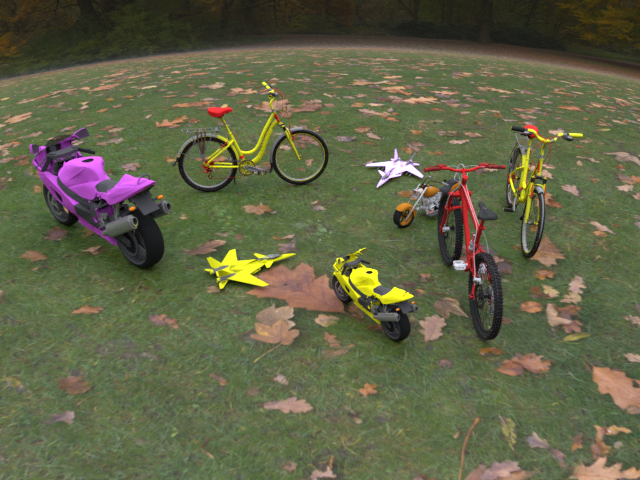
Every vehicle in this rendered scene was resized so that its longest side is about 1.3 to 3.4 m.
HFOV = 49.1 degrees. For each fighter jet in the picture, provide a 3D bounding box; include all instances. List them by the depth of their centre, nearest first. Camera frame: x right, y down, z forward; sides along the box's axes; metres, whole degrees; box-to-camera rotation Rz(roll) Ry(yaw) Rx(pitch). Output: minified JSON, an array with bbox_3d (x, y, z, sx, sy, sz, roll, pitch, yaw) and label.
[{"bbox_3d":[-0.953,0.305,10.215,1.358,0.286,1.147,-16,33,-26],"label":"fighter jet"},{"bbox_3d":[1.345,-1.318,13.065,1.147,0.286,1.358,15,33,24],"label":"fighter jet"}]

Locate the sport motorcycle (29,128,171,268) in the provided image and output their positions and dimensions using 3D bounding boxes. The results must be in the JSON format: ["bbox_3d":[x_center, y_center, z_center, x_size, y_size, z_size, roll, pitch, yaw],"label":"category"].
[{"bbox_3d":[-3.367,-0.635,10.542,2.955,1.596,0.983,23,37,34],"label":"sport motorcycle"}]

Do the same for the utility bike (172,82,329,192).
[{"bbox_3d":[-1.236,-1.806,12.354,2.791,1.839,1.039,-5,30,-9],"label":"utility bike"}]

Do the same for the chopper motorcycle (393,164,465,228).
[{"bbox_3d":[1.829,-0.736,11.563,1.563,0.761,0.466,-21,36,-32],"label":"chopper motorcycle"}]

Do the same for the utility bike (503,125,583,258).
[{"bbox_3d":[3.348,-1.012,10.959,1.039,1.839,2.791,3,30,5],"label":"utility bike"}]

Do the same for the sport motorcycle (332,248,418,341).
[{"bbox_3d":[0.643,0.686,9.004,0.506,0.821,1.520,-20,35,-31],"label":"sport motorcycle"}]

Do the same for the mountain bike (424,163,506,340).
[{"bbox_3d":[1.981,0.000,9.334,1.114,1.688,2.857,-2,30,-4],"label":"mountain bike"}]
